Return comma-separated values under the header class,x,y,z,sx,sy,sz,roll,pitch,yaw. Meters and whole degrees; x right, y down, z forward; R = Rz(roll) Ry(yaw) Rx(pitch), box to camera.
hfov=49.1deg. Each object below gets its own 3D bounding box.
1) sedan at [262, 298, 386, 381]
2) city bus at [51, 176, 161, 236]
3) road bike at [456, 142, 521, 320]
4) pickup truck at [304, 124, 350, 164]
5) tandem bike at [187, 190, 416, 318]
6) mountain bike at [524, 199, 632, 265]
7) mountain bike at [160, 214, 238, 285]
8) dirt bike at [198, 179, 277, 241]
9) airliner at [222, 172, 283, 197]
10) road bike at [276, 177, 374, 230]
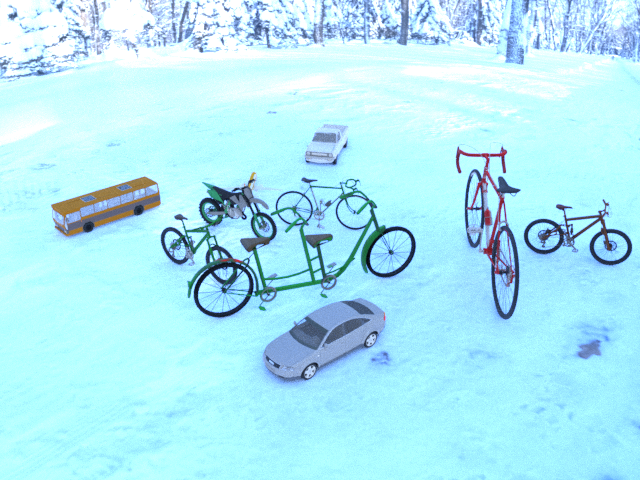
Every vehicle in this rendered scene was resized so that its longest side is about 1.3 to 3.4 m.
class,x,y,z,sx,sy,sz,roll,pitch,yaw
sedan,0.066,1.080,8.076,1.613,0.483,0.635,-21,35,-35
city bus,-3.382,-0.538,11.173,1.674,0.460,0.476,-24,36,-38
road bike,2.271,-0.249,9.341,0.696,1.656,3.004,0,28,0
pickup truck,0.159,-1.964,13.827,0.640,0.511,1.603,6,28,12
tandem bike,-0.145,0.158,8.922,3.192,1.326,0.550,-12,30,-21
mountain bike,3.665,-0.111,9.924,1.469,0.868,0.573,10,29,18
mountain bike,-1.688,0.074,9.572,1.469,0.868,0.573,20,34,33
dirt bike,-1.273,-0.493,10.661,1.493,0.857,0.527,16,32,28
airliner,-1.216,-1.021,12.123,1.161,0.429,1.307,1,28,2
road bike,0.066,-0.572,10.816,1.545,0.852,0.358,4,28,8
